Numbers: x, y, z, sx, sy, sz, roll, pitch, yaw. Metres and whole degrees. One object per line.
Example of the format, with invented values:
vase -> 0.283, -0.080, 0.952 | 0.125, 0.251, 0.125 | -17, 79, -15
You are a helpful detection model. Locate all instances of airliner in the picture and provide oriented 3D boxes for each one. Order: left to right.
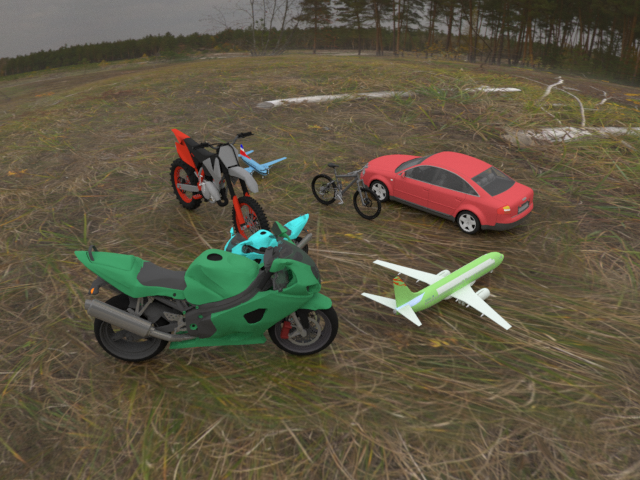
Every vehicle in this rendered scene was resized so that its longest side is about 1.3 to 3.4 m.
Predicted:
airliner -> 1.781, 0.441, 9.470 | 2.541, 0.835, 2.257 | -24, 37, -37

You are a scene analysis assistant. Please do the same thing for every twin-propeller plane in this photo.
twin-propeller plane -> -1.294, -1.508, 13.484 | 1.370, 0.407, 1.095 | -17, 33, -28

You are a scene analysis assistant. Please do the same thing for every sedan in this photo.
sedan -> 2.092, -0.995, 11.989 | 3.137, 0.940, 1.235 | 23, 36, 35

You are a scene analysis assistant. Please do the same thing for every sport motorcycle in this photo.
sport motorcycle -> -1.253, 0.714, 8.177 | 2.955, 1.596, 0.983 | -1, 29, -2
sport motorcycle -> -0.771, 0.158, 10.002 | 1.520, 0.821, 0.506 | -20, 35, -33

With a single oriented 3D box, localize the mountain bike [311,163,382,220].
mountain bike -> 0.428, -0.877, 11.849 | 1.469, 0.868, 0.573 | 21, 35, 33

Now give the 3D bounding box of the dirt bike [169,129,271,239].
dirt bike -> -1.654, -0.919, 11.092 | 1.024, 1.666, 2.903 | -21, 35, -33
